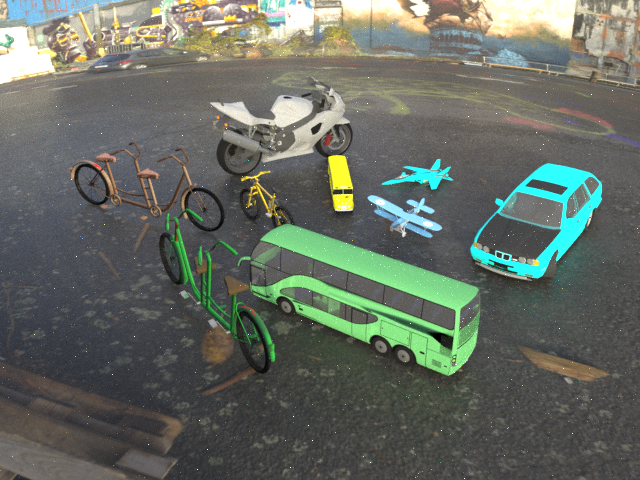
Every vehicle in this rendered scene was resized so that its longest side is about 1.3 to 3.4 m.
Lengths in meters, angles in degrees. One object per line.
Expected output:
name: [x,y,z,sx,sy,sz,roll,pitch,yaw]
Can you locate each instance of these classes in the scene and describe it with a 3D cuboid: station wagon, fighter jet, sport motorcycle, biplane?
station wagon: [3.471,-0.407,11.010,1.327,0.920,3.105,19,33,31]
fighter jet: [1.780,-1.231,13.205,1.358,0.286,1.147,-10,30,-18]
sport motorcycle: [-0.669,-2.178,13.581,2.955,1.596,0.983,-13,31,-23]
biplane: [1.441,-0.376,11.392,1.336,0.504,1.090,19,34,31]

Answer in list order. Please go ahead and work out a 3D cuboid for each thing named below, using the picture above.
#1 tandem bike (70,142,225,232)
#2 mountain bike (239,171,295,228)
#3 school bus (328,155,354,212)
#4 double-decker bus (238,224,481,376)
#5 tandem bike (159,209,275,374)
tandem bike: [-2.953,-0.976,11.639,3.192,1.326,0.550,13,31,23]
mountain bike: [-0.877,-0.576,11.379,0.573,0.868,1.469,-22,35,-35]
school bus: [0.368,-1.021,12.661,0.365,0.434,1.708,-1,28,-3]
double-decker bus: [0.420,0.660,8.895,3.251,1.052,0.756,19,34,31]
tandem bike: [-1.421,0.506,8.891,0.550,1.326,3.192,-18,33,-30]
